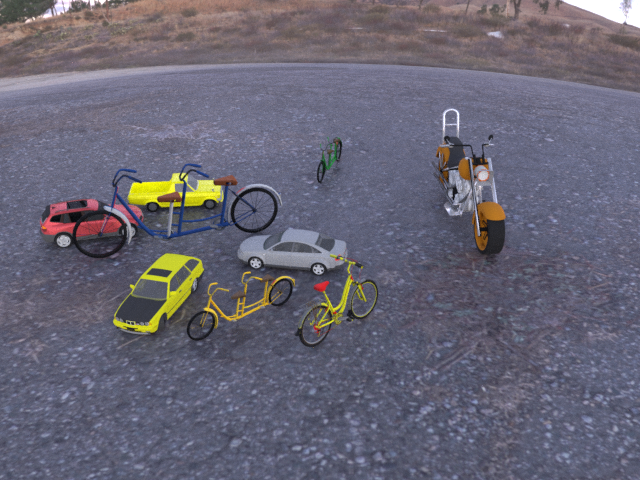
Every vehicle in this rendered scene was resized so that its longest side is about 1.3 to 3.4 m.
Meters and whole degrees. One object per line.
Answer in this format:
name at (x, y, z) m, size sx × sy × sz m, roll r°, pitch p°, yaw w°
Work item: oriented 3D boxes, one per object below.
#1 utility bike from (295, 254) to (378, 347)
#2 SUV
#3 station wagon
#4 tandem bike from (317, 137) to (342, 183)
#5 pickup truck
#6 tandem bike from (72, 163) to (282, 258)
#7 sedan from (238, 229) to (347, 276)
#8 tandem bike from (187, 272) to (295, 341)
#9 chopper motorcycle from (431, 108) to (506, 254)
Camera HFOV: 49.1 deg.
utility bike at (0.192, 0.697, 8.546) m, size 1.435 × 0.946 × 0.535 m, roll -24°, pitch 36°, yaw -38°
SUV at (-3.565, -0.330, 10.953) m, size 1.572 × 0.580 × 0.656 m, roll -9°, pitch 28°, yaw -17°
station wagon at (-2.096, 0.644, 9.167) m, size 0.682 × 0.473 × 1.597 m, roll 7°, pitch 28°, yaw 14°
tandem bike at (0.198, -1.646, 13.412) m, size 0.283 × 0.682 × 1.642 m, roll 8°, pitch 28°, yaw 15°
pickup truck at (-2.474, -0.849, 12.044) m, size 1.603 × 0.511 × 0.640 m, roll -3°, pitch 27°, yaw -6°
tandem bike at (-2.087, -0.519, 10.504) m, size 3.192 × 1.326 × 0.550 m, roll -10°, pitch 29°, yaw -19°
sedan at (-0.407, 0.124, 10.173) m, size 1.613 × 0.483 × 0.635 m, roll 5°, pitch 28°, yaw 10°
tandem bike at (-0.961, 0.733, 8.765) m, size 1.642 × 0.682 × 0.283 m, roll -21°, pitch 34°, yaw -35°
chopper motorcycle at (2.404, -1.009, 11.293) m, size 0.906 × 1.480 × 3.040 m, roll -3°, pitch 27°, yaw -5°
